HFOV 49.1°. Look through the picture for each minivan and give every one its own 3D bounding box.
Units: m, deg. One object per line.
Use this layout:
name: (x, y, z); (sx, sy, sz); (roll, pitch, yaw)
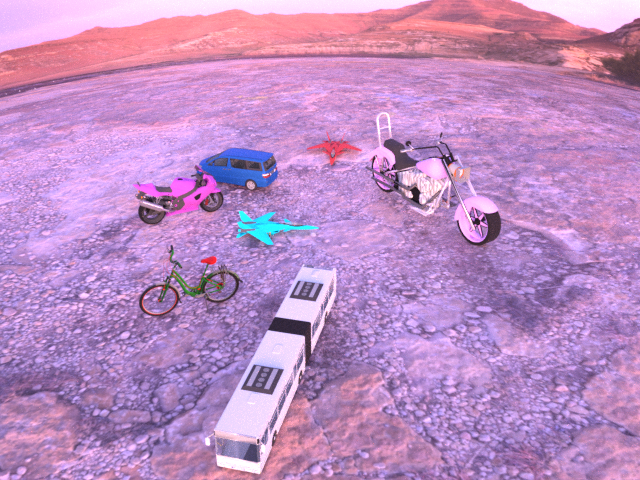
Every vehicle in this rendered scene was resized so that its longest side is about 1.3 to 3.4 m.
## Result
minivan: (-1.591, -1.389, 13.247); (1.548, 0.616, 0.681); (10, 30, 18)

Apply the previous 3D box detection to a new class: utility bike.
utility bike: (-1.711, 0.562, 9.363); (1.435, 0.946, 0.535); (-12, 31, -20)

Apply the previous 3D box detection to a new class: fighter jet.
fighter jet: (0.288, -1.898, 14.511); (1.147, 0.286, 1.358); (2, 29, 4)
fighter jet: (-0.690, -0.267, 11.551); (1.358, 0.286, 1.147); (-1, 29, -1)

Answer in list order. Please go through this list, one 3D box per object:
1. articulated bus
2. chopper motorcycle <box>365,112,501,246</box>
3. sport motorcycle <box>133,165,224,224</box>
articulated bus: (-0.420, 1.343, 8.343); (0.605, 0.561, 3.401); (7, 30, 12)
chopper motorcycle: (1.865, -1.073, 11.777); (0.906, 1.480, 3.040); (-18, 34, -30)
sport motorcycle: (-2.374, -0.745, 11.865); (1.520, 0.821, 0.506); (-13, 32, -23)
